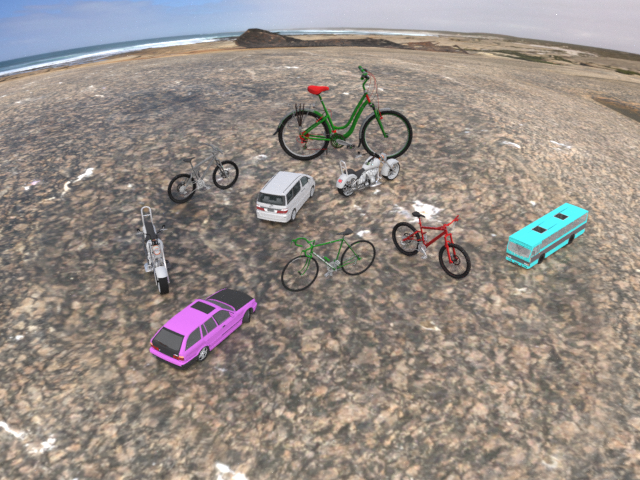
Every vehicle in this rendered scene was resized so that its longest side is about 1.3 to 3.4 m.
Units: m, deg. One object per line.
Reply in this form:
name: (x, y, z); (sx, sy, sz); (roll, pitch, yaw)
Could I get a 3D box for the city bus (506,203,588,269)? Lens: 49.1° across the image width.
city bus: (3.601, -0.067, 11.071); (1.674, 0.460, 0.476); (-25, 38, -36)

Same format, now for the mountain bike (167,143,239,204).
mountain bike: (-2.092, -1.190, 12.591); (1.469, 0.868, 0.573); (-22, 37, -33)

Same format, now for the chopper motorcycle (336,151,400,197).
chopper motorcycle: (0.911, -1.297, 12.881); (1.563, 0.761, 0.466); (-24, 38, -35)

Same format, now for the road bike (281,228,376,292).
road bike: (0.141, 0.262, 10.117); (1.545, 0.852, 0.358); (-14, 33, -23)

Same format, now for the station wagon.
station wagon: (-1.484, 1.051, 9.141); (0.682, 0.473, 1.597); (18, 35, 27)

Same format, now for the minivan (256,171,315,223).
minivan: (-0.574, -0.853, 12.265); (0.681, 0.616, 1.548); (10, 32, 16)

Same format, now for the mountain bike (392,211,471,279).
mountain bike: (1.661, 0.015, 10.526); (0.573, 0.868, 1.469); (-26, 39, -37)

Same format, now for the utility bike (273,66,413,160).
utility bike: (0.453, -2.479, 13.838); (2.791, 1.839, 1.039); (0, 30, 0)

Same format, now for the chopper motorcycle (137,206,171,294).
chopper motorcycle: (-2.461, 0.141, 10.415); (0.466, 0.761, 1.563); (-10, 32, -17)
